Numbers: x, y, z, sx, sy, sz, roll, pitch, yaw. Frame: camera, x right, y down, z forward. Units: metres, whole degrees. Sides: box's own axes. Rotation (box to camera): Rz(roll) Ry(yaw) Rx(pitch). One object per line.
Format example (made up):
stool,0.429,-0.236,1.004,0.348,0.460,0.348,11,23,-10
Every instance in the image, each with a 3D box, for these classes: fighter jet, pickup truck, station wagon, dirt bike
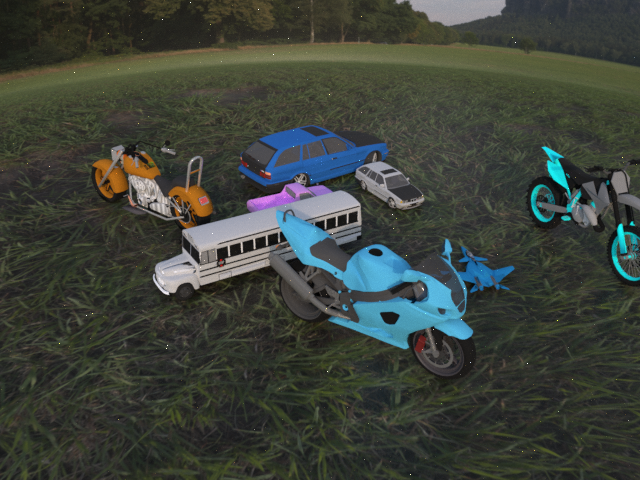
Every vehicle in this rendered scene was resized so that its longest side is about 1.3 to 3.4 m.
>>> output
fighter jet,2.380,0.343,10.694,1.147,0.286,1.358,-4,28,-7
pickup truck,-0.474,-0.691,12.389,1.603,0.511,0.640,-15,31,-25
station wagon,-0.054,-1.758,13.951,3.105,0.920,1.327,-19,33,-31
dirt bike,4.196,-0.527,10.858,1.024,1.666,2.903,-11,30,-19
station wagon,1.296,-1.057,13.115,0.682,0.473,1.597,-15,32,-26

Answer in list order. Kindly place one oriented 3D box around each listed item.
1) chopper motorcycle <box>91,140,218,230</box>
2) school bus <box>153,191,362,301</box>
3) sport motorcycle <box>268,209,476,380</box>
chopper motorcycle,-2.984,-1.060,12.052,3.040,1.480,0.906,21,35,34
school bus,-0.911,0.031,10.686,3.322,0.844,0.709,-16,32,-27
sport motorcycle,0.617,0.649,8.732,2.955,1.596,0.983,20,34,32
